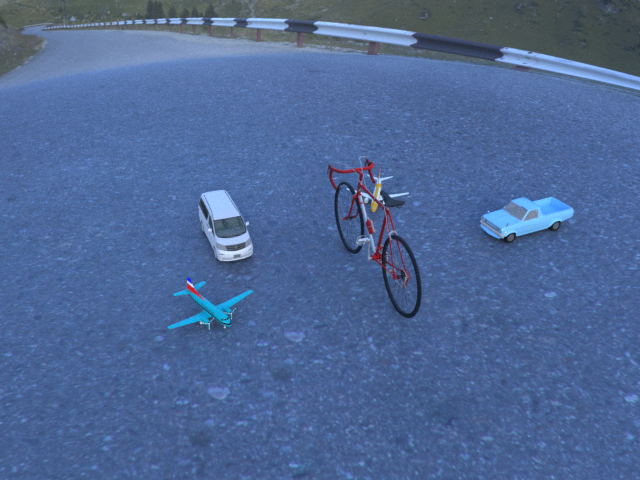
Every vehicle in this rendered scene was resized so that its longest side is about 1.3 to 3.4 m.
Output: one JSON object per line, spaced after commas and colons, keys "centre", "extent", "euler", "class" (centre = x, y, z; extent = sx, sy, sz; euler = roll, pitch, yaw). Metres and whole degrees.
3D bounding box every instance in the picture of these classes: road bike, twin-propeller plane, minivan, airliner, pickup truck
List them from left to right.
{"centre": [-1.551, 0.881, 9.689], "extent": [1.370, 0.407, 1.095], "euler": [-23, 37, -35], "class": "twin-propeller plane"}
{"centre": [-1.565, -0.245, 11.468], "extent": [0.681, 0.616, 1.548], "euler": [-11, 31, -18], "class": "minivan"}
{"centre": [0.781, -0.140, 10.227], "extent": [0.696, 1.656, 3.004], "euler": [-10, 31, -18], "class": "road bike"}
{"centre": [1.044, -0.926, 12.862], "extent": [1.161, 0.429, 1.307], "euler": [5, 30, 8], "class": "airliner"}
{"centre": [3.522, -0.421, 11.887], "extent": [1.603, 0.511, 0.640], "euler": [-13, 32, -22], "class": "pickup truck"}
